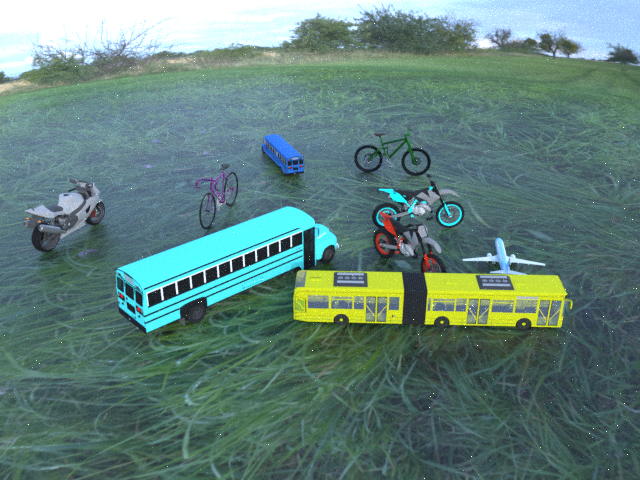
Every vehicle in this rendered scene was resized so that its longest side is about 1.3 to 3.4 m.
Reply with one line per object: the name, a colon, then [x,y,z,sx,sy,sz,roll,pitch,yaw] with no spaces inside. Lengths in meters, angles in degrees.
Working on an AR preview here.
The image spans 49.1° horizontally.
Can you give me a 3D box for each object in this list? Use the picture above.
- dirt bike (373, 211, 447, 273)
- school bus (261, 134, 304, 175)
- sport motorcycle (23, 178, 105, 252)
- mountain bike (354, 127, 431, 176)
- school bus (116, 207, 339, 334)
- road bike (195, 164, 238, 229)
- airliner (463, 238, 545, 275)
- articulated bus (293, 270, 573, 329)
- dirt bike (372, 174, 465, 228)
dirt bike: [1.264,0.061,9.913,0.527,0.857,1.493,-18,32,-32]
school bus: [-0.772,-1.720,13.903,0.365,0.434,1.708,-10,29,-19]
sport motorcycle: [-3.918,-0.408,10.880,0.506,0.821,1.520,13,29,23]
mountain bike: [1.377,-1.660,13.304,1.469,0.868,0.573,5,27,10]
school bus: [-1.097,0.283,9.488,3.322,0.844,0.709,-23,35,-37]
road bike: [-1.666,-0.783,11.589,0.358,0.852,1.545,8,28,15]
airliner: [2.664,0.170,10.171,1.161,0.429,1.307,3,27,6]
articulated bus: [1.375,0.747,8.886,3.401,0.561,0.605,1,27,2]
dirt bike: [1.578,-0.568,11.157,1.493,0.857,0.527,-1,27,-2]
